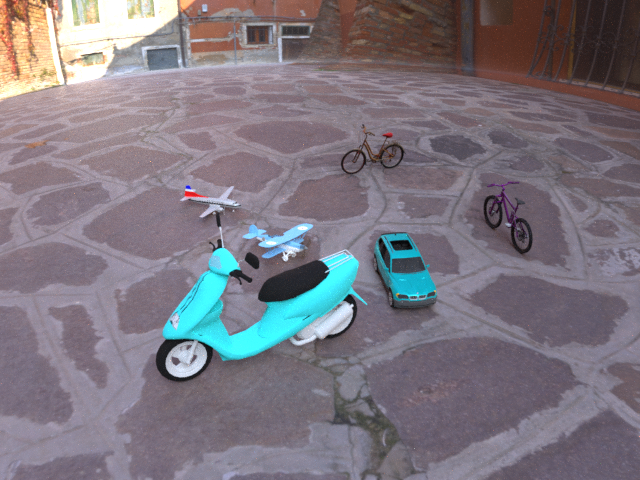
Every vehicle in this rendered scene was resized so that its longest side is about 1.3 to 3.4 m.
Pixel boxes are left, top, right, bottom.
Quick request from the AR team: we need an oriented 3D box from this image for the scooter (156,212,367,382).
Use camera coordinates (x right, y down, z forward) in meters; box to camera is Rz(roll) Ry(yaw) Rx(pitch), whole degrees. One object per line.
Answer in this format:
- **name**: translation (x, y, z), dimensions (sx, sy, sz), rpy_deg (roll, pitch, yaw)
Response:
- **scooter**: translation (-0.658, 0.646, 8.291), dimensions (2.721, 1.786, 1.288), rpy_deg (-13, 30, -23)

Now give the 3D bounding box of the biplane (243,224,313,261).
- **biplane**: translation (-0.646, 0.011, 10.875), dimensions (1.090, 0.504, 1.336), rpy_deg (15, 31, 27)

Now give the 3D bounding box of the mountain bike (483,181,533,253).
- **mountain bike**: translation (3.031, -0.409, 11.282), dimensions (0.573, 0.868, 1.469), rpy_deg (-8, 29, -14)

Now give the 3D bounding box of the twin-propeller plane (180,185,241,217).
- **twin-propeller plane**: translation (-1.902, -0.727, 12.381), dimensions (1.095, 0.407, 1.370), rpy_deg (8, 29, 15)

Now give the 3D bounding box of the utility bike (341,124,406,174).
- **utility bike**: translation (1.097, -1.774, 13.792), dimensions (1.435, 0.946, 0.535), rpy_deg (-11, 30, -19)

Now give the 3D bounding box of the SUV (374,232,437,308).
- **SUV**: translation (1.199, 0.402, 10.050), dimensions (0.656, 0.580, 1.572), rpy_deg (-4, 28, -8)
